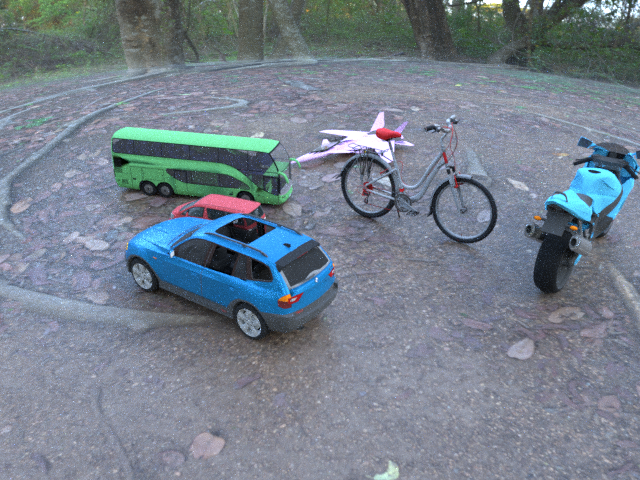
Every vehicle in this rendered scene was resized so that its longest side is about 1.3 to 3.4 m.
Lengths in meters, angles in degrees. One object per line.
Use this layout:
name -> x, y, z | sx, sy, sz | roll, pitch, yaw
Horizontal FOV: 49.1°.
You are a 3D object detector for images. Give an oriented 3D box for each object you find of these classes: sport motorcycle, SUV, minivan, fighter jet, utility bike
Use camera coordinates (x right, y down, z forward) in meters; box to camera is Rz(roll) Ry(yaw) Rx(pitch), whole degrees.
sport motorcycle -> 3.729, -0.394, 9.833 | 0.983, 1.596, 2.955 | 20, 34, 33
SUV -> -1.222, 0.245, 9.118 | 3.058, 1.128, 1.276 | 18, 33, 31
minivan -> -1.611, -0.353, 10.810 | 1.548, 0.616, 0.681 | 12, 30, 22
fighter jet -> 0.521, -1.969, 13.952 | 2.640, 0.557, 2.229 | -18, 33, -30
utility bike -> 1.487, -1.057, 10.834 | 2.791, 1.839, 1.039 | 17, 32, 29

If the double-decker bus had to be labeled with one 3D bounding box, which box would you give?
double-decker bus -> -1.995, -1.272, 12.091 | 3.251, 1.052, 0.756 | 7, 28, 13
